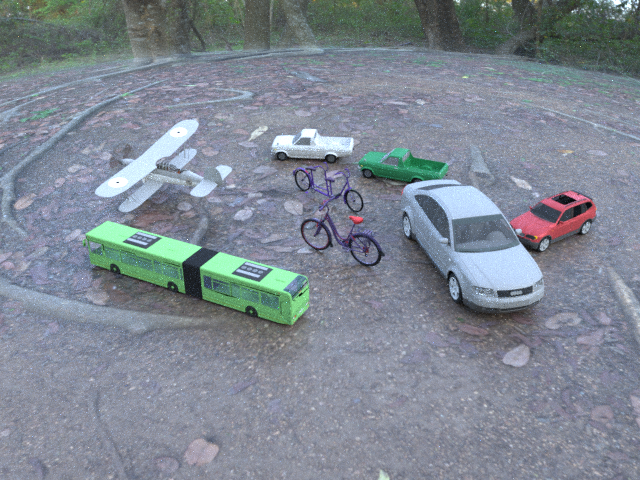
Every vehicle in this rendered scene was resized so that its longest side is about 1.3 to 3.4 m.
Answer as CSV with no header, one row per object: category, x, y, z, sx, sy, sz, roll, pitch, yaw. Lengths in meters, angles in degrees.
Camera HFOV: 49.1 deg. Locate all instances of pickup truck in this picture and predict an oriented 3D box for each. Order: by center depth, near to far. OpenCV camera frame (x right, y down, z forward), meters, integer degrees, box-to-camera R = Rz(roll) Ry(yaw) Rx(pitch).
pickup truck,1.505,-1.361,12.729,1.603,0.511,0.640,13,32,22
pickup truck,-0.143,-1.857,13.615,1.603,0.511,0.640,3,29,6

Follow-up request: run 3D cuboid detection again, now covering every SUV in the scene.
SUV,3.600,-0.335,10.826,1.572,0.580,0.656,-18,34,-29

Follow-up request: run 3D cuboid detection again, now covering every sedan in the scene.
sedan,2.104,-0.096,10.032,1.235,0.940,3.137,-7,30,-12

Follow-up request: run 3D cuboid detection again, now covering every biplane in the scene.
biplane,-2.567,-1.108,11.798,2.120,0.981,2.598,13,32,22

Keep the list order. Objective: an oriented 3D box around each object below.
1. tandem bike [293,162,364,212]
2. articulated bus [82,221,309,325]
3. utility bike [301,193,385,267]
tandem bike,0.119,-0.974,11.865,1.642,0.682,0.283,25,38,37
articulated bus,-1.750,0.403,9.529,3.401,0.561,0.605,14,32,24
utility bike,0.283,-0.116,10.061,1.435,0.946,0.535,18,34,28
